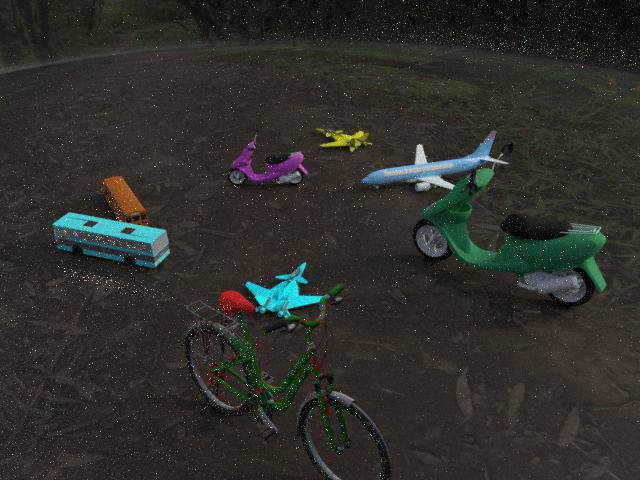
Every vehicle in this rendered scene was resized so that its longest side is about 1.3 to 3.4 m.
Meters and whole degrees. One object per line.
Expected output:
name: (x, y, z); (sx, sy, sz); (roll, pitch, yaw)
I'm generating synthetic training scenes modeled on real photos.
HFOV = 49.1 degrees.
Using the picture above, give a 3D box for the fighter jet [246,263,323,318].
fighter jet: (-0.421, 0.568, 9.396); (1.147, 0.286, 1.358); (9, 31, 16)

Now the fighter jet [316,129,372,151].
fighter jet: (0.373, -2.141, 14.112); (1.147, 0.286, 1.358); (-25, 38, -36)

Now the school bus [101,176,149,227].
school bus: (-3.184, -0.608, 11.295); (0.365, 0.434, 1.708); (-15, 33, -24)

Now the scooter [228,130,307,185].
scooter: (-0.921, -1.372, 12.138); (1.399, 0.919, 0.662); (0, 30, -1)

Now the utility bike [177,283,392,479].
utility bike: (-0.385, 1.213, 6.715); (2.791, 1.839, 1.039); (23, 37, 34)

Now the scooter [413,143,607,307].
scooter: (2.463, -0.201, 9.229); (2.721, 1.786, 1.288); (20, 35, 30)

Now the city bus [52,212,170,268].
city bus: (-3.040, 0.013, 10.188); (1.674, 0.460, 0.476); (10, 31, 17)

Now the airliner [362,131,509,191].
airliner: (1.938, -1.392, 12.257); (2.541, 0.835, 2.257); (-8, 31, -14)
